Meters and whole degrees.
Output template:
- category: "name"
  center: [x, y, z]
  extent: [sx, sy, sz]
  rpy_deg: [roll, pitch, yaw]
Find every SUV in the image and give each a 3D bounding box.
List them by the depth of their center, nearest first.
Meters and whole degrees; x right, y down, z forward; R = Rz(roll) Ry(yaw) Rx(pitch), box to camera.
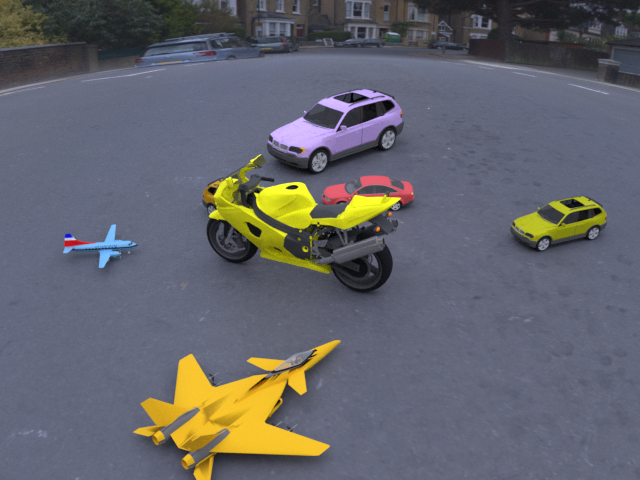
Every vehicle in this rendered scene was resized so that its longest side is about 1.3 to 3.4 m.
- category: "SUV"
  center: [3.805, -0.302, 11.122]
  extent: [1.572, 0.580, 0.656]
  rpy_deg: [-11, 30, -19]
- category: "SUV"
  center: [-1.268, -0.615, 11.698]
  extent: [1.572, 0.580, 0.656]
  rpy_deg: [20, 34, 32]
- category: "SUV"
  center: [0.355, -2.301, 14.230]
  extent: [3.058, 1.128, 1.276]
  rpy_deg: [-22, 36, -35]

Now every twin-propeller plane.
- category: "twin-propeller plane"
  center: [-3.328, 0.056, 10.644]
  extent: [1.095, 0.407, 1.370]
  rpy_deg: [-3, 29, -6]

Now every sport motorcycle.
- category: "sport motorcycle"
  center: [-0.325, -0.190, 9.851]
  extent: [2.955, 1.596, 0.983]
  rpy_deg: [11, 30, 20]

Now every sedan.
- category: "sedan"
  center: [0.834, -0.838, 12.212]
  extent: [1.613, 0.483, 0.635]
  rpy_deg: [-1, 29, -2]

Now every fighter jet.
- category: "fighter jet"
  center: [-0.641, 1.557, 7.721]
  extent: [2.229, 0.557, 2.640]
  rpy_deg: [24, 36, 36]
